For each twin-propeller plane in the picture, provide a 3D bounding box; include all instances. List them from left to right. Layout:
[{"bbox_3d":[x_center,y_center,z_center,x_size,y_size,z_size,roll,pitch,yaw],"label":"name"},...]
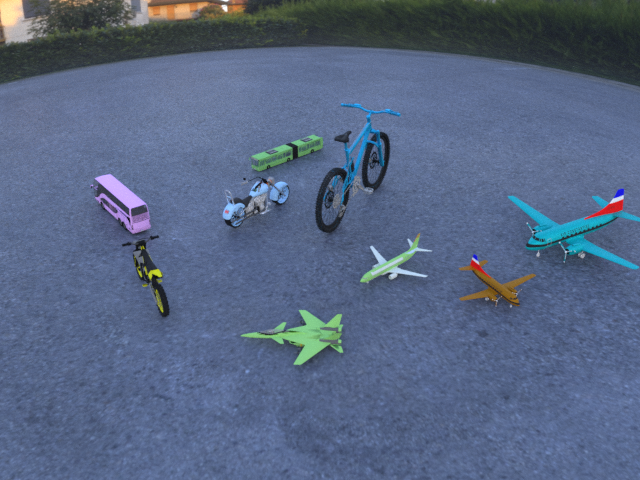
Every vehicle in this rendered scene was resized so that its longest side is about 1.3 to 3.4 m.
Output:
[{"bbox_3d":[2.504,0.599,10.062,1.370,0.407,1.095,-15,34,-24],"label":"twin-propeller plane"},{"bbox_3d":[4.098,-0.268,11.160,2.129,0.792,2.663,-16,34,-25],"label":"twin-propeller plane"}]

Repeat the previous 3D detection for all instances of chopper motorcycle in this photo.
[{"bbox_3d":[-1.073,-0.756,12.021,0.466,0.761,1.563,22,37,32],"label":"chopper motorcycle"}]

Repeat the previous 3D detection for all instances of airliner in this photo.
[{"bbox_3d":[1.082,0.286,10.572,1.307,0.429,1.161,-24,38,-35],"label":"airliner"}]

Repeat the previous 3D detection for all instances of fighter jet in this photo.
[{"bbox_3d":[-0.370,1.197,9.162,1.358,0.286,1.147,1,30,2],"label":"fighter jet"}]

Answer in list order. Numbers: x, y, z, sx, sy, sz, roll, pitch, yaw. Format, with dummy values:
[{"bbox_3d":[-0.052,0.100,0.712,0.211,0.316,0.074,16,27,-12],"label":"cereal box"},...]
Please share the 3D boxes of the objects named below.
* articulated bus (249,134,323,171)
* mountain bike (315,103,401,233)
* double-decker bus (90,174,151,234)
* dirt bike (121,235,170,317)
[{"bbox_3d":[-0.657,-1.783,14.239,1.749,0.289,0.311,-25,39,-36],"label":"articulated bus"},{"bbox_3d":[0.631,-1.308,12.046,1.114,1.688,2.857,15,34,24],"label":"mountain bike"},{"bbox_3d":[-3.447,-0.652,12.061,0.389,0.541,1.672,-21,37,-32],"label":"double-decker bus"},{"bbox_3d":[-2.433,0.435,9.896,0.527,0.857,1.493,-16,34,-25],"label":"dirt bike"}]
